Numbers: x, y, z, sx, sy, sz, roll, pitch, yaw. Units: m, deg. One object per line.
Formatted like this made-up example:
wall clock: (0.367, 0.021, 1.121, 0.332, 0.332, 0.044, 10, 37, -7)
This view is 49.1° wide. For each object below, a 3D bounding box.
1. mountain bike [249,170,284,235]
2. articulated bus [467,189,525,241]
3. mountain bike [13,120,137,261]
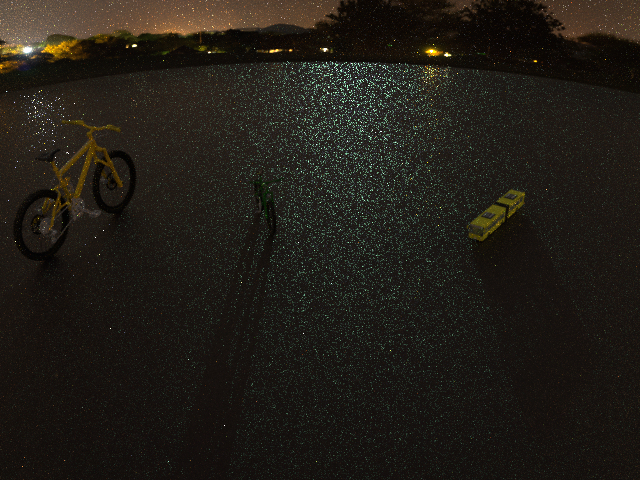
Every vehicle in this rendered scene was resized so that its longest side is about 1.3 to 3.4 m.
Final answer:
mountain bike: (-0.926, -0.701, 11.642, 0.573, 0.868, 1.469, -8, 29, -15)
articulated bus: (2.987, -0.441, 11.769, 0.311, 0.289, 1.749, 19, 33, 31)
mountain bike: (-3.824, -0.871, 11.085, 1.114, 1.688, 2.857, 11, 30, 19)
